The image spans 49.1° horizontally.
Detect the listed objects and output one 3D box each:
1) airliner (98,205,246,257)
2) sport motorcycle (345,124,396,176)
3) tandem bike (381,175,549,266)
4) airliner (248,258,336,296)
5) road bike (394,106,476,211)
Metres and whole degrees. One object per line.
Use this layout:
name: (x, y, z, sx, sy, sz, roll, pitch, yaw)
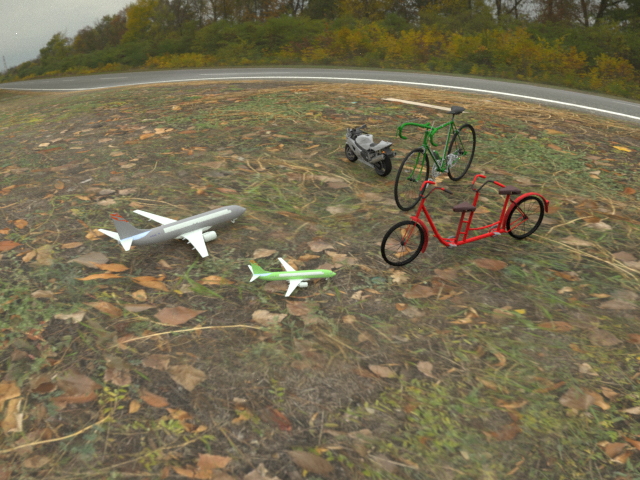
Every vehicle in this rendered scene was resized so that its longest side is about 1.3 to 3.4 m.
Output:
airliner: (-2.275, -0.381, 11.582, 2.541, 0.835, 2.257, -21, 34, -36)
sport motorcycle: (0.996, -1.872, 14.552, 0.506, 0.821, 1.520, -17, 32, -31)
tandem bike: (2.377, -0.404, 11.084, 3.192, 1.326, 0.550, -12, 29, -22)
airliner: (-0.405, 0.445, 10.396, 1.307, 0.429, 1.161, -4, 27, -7)
road bike: (2.236, -1.628, 13.143, 0.697, 1.656, 3.004, 20, 33, 34)
